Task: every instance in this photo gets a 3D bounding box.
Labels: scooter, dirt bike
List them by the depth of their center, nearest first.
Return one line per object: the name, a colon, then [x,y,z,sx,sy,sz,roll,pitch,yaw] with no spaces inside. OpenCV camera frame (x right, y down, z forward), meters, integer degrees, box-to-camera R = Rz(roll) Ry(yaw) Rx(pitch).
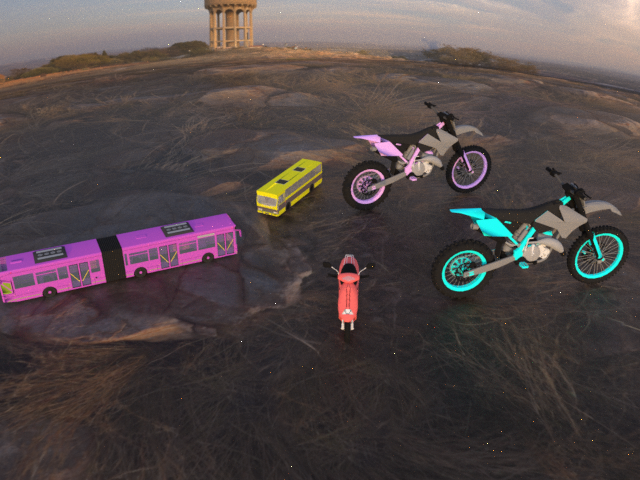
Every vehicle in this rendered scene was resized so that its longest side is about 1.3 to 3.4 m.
scooter: [0.371,0.611,9.132,0.662,0.919,1.399,1,28,3]
dirt bike: [2.932,-0.028,9.533,2.903,1.666,1.024,-5,29,-9]
dirt bike: [1.741,-1.436,12.154,2.903,1.666,1.024,-10,30,-18]

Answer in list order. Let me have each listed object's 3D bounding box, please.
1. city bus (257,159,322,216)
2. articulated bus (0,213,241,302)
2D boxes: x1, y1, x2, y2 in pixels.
city bus: [-0.521,-0.938,12.502,0.476,0.460,1.674,14,31,24]
articulated bus: [-2.851,0.233,10.215,3.401,0.561,0.605,-12,31,-22]
